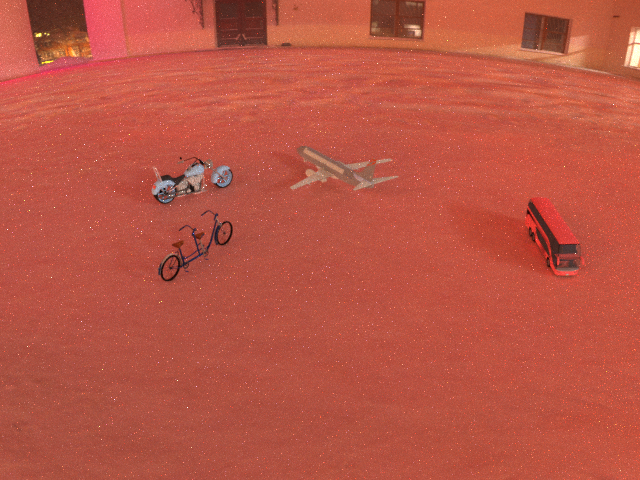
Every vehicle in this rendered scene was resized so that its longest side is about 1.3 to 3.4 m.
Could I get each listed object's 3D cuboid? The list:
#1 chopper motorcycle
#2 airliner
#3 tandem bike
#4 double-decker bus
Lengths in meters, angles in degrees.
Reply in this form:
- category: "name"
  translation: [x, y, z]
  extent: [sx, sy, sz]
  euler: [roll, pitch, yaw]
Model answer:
- category: "chopper motorcycle"
  translation: [-2.240, -1.127, 12.331]
  extent: [1.563, 0.761, 0.466]
  euler: [-22, 36, -33]
- category: "airliner"
  translation: [0.264, -1.496, 12.900]
  extent: [2.257, 0.835, 2.541]
  euler: [-19, 35, -29]
- category: "tandem bike"
  translation: [-1.828, 0.036, 10.386]
  extent: [0.283, 0.682, 1.642]
  euler: [18, 34, 28]
- category: "double-decker bus"
  translation: [3.547, -0.060, 10.693]
  extent: [0.389, 0.541, 1.672]
  euler: [-1, 30, -1]
